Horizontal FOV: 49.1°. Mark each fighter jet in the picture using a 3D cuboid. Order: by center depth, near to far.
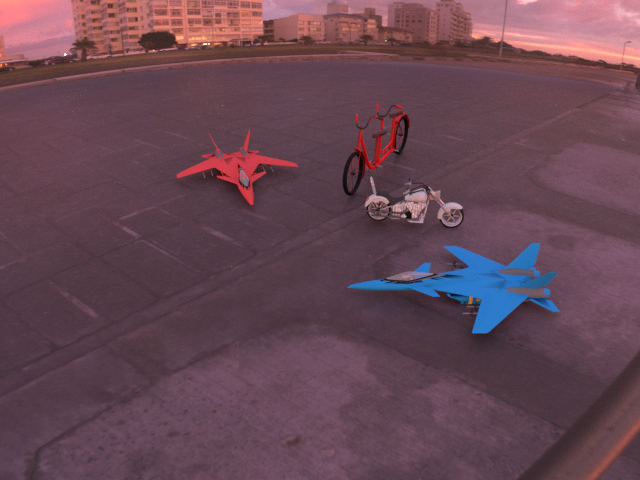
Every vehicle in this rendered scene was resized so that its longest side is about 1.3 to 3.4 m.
[{"bbox_3d":[1.682,0.470,9.170,2.640,0.557,2.229,0,27,0],"label":"fighter jet"},{"bbox_3d":[-1.455,-1.312,12.670,2.229,0.557,2.640,-7,28,-13],"label":"fighter jet"}]

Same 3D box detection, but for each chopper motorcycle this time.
[{"bbox_3d":[1.491,-0.595,11.036,1.563,0.761,0.466,4,27,8],"label":"chopper motorcycle"}]

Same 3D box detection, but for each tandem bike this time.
[{"bbox_3d":[1.106,-1.872,12.923,0.550,1.326,3.192,13,30,23],"label":"tandem bike"}]
